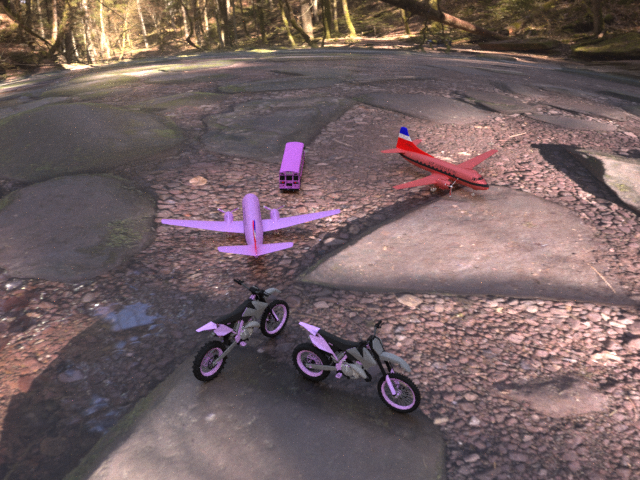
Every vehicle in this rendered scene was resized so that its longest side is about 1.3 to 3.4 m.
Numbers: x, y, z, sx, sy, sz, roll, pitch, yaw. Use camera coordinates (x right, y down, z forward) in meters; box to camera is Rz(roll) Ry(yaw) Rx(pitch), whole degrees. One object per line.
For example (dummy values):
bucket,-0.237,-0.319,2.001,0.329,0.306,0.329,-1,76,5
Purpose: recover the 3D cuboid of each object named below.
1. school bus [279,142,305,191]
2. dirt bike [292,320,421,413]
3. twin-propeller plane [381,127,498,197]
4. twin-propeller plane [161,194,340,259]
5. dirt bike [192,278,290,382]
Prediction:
school bus,-0.486,-1.354,12.541,0.365,0.434,1.708,1,28,2
dirt bike,0.356,1.260,7.223,1.493,0.857,0.527,15,32,26
twin-propeller plane,2.093,-1.362,12.179,2.663,0.792,2.129,-22,35,-35
twin-propeller plane,-0.986,-0.321,10.239,2.663,0.792,2.129,-4,28,-7
dirt bike,-0.862,0.944,7.812,0.527,0.857,1.493,21,35,34
